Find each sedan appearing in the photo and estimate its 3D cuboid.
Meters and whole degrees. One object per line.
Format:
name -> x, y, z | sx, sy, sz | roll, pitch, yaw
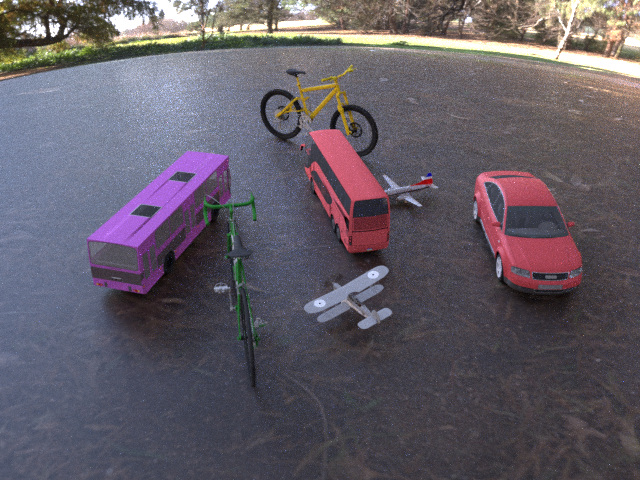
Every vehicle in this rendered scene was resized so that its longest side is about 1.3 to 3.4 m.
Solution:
sedan -> 3.191, -0.295, 10.916 | 1.235, 0.940, 3.137 | 0, 30, 0

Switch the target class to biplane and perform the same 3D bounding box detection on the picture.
biplane -> 0.457, 0.850, 9.388 | 1.336, 0.504, 1.090 | -18, 35, -28

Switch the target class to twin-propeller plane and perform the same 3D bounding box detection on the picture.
twin-propeller plane -> 1.550, -0.940, 12.548 | 1.095, 0.407, 1.370 | -12, 32, -20

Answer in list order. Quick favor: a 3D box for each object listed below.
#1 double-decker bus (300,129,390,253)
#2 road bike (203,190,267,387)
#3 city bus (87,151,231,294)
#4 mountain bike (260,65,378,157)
double-decker bus -> 0.378, -0.949, 11.925 | 0.756, 1.052, 3.251 | -7, 31, -12
road bike -> -1.036, 0.473, 8.892 | 0.696, 1.656, 3.004 | -6, 31, -10
city bus -> -2.389, -0.349, 11.053 | 0.926, 0.894, 3.255 | 8, 31, 14
mountain bike -> -0.073, -2.671, 14.241 | 2.857, 1.688, 1.114 | 18, 35, 28
